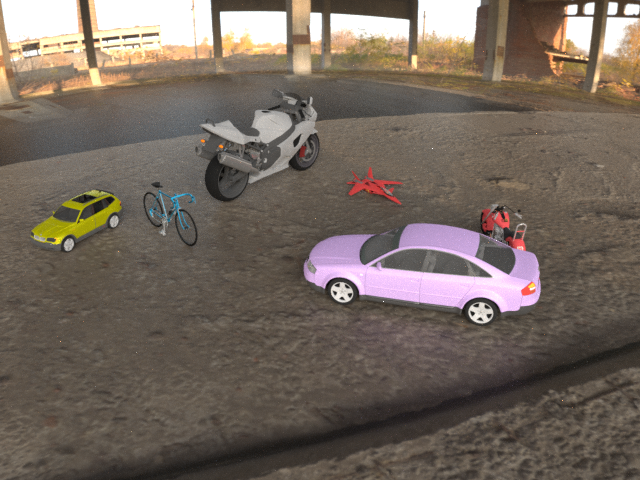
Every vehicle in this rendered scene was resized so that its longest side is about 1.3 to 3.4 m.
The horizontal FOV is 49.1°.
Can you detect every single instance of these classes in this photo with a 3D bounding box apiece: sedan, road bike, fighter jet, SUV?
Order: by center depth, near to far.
[{"bbox_3d":[1.323,0.318,9.318,3.137,0.940,1.235,7,27,14],"label":"sedan"},{"bbox_3d":[-2.379,-0.455,10.998,0.358,0.852,1.545,-22,34,-38],"label":"road bike"},{"bbox_3d":[-3.829,-0.337,11.066,0.656,0.580,1.572,13,29,25],"label":"SUV"},{"bbox_3d":[1.081,-0.960,12.673,1.147,0.286,1.358,-14,29,-26],"label":"fighter jet"}]

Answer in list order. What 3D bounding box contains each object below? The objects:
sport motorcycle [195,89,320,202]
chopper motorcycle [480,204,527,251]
[{"bbox_3d":[-1.005,-1.758,12.813,0.983,1.596,2.955,20,33,35],"label":"sport motorcycle"},{"bbox_3d":[2.751,-0.195,10.570,0.466,0.761,1.563,-3,26,-6],"label":"chopper motorcycle"}]
